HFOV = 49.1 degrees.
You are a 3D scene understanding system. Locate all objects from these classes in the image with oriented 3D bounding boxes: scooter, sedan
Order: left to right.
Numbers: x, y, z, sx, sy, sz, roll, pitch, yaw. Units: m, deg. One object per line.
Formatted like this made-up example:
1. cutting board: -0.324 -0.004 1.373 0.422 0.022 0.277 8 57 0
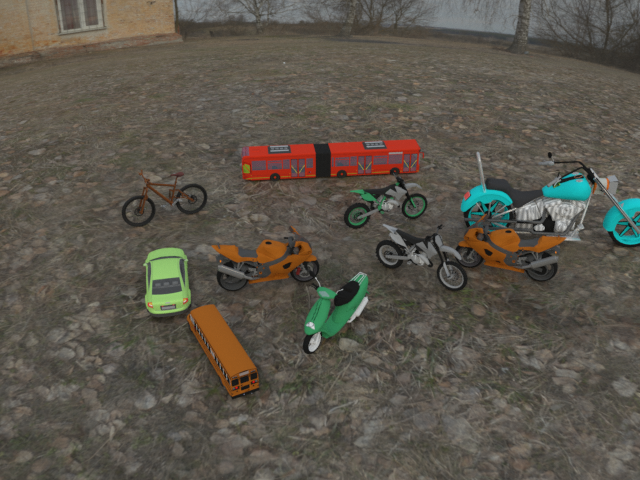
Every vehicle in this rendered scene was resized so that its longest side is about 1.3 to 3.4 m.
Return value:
1. sedan: -2.174 0.509 9.941 0.635 0.483 1.613 -6 31 -10
2. scooter: 0.223 0.809 9.009 0.662 0.919 1.399 21 37 31

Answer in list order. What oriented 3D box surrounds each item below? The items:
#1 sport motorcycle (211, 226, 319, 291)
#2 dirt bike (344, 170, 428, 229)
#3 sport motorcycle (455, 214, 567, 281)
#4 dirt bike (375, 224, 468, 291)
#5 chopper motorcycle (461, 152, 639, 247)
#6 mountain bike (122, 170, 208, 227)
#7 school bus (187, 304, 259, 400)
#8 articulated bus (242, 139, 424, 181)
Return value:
1. sport motorcycle: -0.752 0.307 9.951 1.520 0.821 0.506 -6 31 -10
2. dirt bike: 1.099 -0.651 11.530 1.493 0.857 0.527 -10 32 -16
3. sport motorcycle: 2.743 0.147 10.220 1.520 0.821 0.506 10 32 17
4. dirt bike: 1.461 0.196 10.103 1.493 0.857 0.527 20 36 30
5. chopper motorcycle: 3.748 -0.622 10.871 3.040 1.480 0.906 3 31 4
6. mountain bike: -2.584 -0.720 11.635 1.469 0.868 0.573 -15 34 -24
7. school bus: -1.249 1.292 8.671 0.365 0.434 1.708 -15 34 -23
8. articulated bus: 0.227 -1.519 13.281 3.401 0.561 0.605 -3 31 -5
